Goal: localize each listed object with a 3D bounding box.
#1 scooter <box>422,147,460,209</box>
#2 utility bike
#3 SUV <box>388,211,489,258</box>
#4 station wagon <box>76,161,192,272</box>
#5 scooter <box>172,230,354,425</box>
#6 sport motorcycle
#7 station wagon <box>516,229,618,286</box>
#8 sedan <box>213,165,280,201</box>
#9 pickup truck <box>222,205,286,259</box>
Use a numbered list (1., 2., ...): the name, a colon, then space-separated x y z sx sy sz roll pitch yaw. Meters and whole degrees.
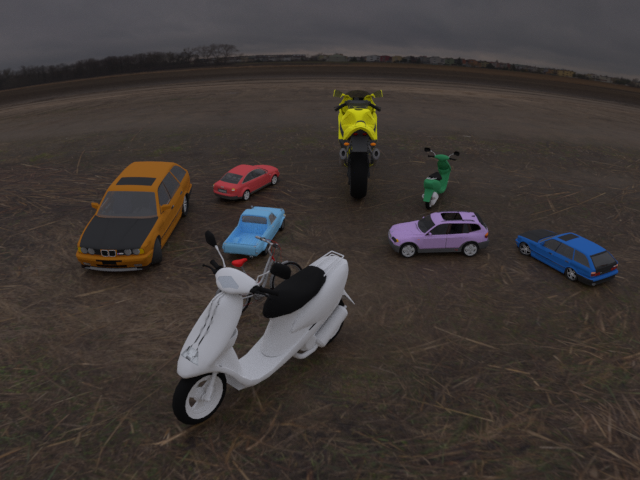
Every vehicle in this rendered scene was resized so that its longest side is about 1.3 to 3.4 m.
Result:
1. scooter: 2.155 -1.170 12.802 0.662 0.919 1.399 11 28 22
2. utility bike: -0.848 0.463 9.372 1.435 0.946 0.535 -17 31 -32
3. SUV: 1.860 -0.120 11.008 1.572 0.580 0.656 -1 26 -2
4. station wagon: -2.972 -0.515 11.436 1.327 0.920 3.105 1 26 3
5. scooter: -0.559 0.779 7.745 1.288 1.786 2.721 22 33 38
6. sport motorcycle: 0.738 -1.947 13.637 0.983 1.596 2.955 1 26 1
7. station wagon: 3.689 0.153 10.564 0.682 0.473 1.597 -14 29 -27
8. sedan: -1.375 -1.181 13.327 0.635 0.483 1.613 15 29 28
9. pickup truck: -1.033 -0.188 11.229 0.640 0.511 1.603 6 26 12
